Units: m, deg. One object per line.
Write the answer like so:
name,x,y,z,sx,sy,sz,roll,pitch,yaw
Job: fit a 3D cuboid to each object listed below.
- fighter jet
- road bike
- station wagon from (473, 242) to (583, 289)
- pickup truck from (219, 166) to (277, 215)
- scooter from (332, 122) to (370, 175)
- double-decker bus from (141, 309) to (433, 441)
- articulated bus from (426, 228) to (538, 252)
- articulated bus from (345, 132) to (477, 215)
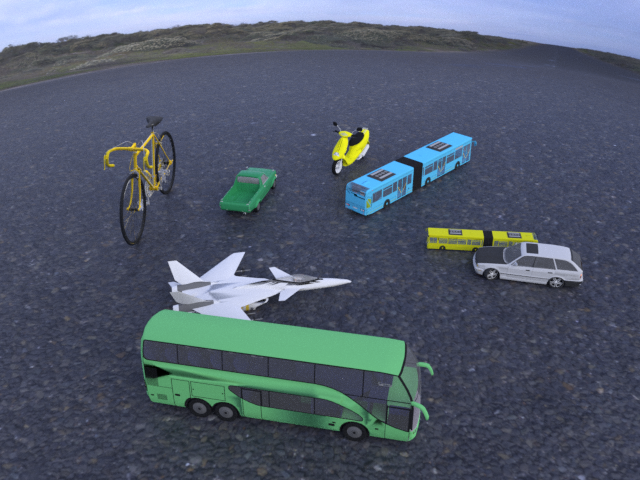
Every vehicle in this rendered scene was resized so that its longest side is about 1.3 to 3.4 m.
fighter jet,-0.826,0.601,9.969,2.640,0.557,2.229,-6,31,-11
road bike,-2.912,-1.164,11.917,0.696,1.656,3.004,3,30,4
station wagon,3.123,0.319,10.539,1.597,0.473,0.682,7,31,11
pickup truck,-1.279,-0.951,12.690,0.640,0.511,1.603,7,31,12
scooter,0.618,-1.910,13.937,0.662,0.919,1.399,18,35,28
double-decker bus,-0.385,1.524,7.887,3.251,1.052,0.756,6,31,10
articulated bus,2.583,0.012,11.252,1.749,0.289,0.311,3,30,5
articulated bus,1.772,-1.302,13.245,0.605,0.561,3.401,25,38,36
